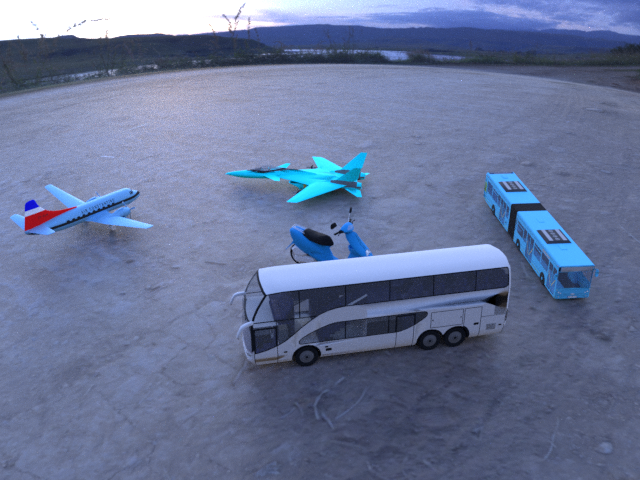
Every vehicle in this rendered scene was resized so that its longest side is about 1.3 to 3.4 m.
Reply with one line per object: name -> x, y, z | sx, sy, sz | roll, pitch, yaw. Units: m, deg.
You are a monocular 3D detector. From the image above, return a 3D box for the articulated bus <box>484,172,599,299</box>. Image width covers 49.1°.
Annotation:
articulated bus -> 3.194, -0.187, 10.589 | 0.605, 0.561, 3.401 | -2, 27, -4

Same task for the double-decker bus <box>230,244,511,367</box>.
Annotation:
double-decker bus -> 0.608, 0.755, 8.205 | 3.251, 1.052, 0.756 | -6, 28, -11

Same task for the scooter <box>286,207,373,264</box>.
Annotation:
scooter -> 0.152, 0.041, 9.750 | 1.399, 0.919, 0.662 | 13, 30, 23

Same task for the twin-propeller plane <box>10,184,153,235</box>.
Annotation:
twin-propeller plane -> -3.699, -0.543, 11.032 | 2.663, 0.792, 2.129 | 19, 33, 33

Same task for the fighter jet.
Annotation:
fighter jet -> -0.468, -1.270, 12.715 | 2.640, 0.557, 2.229 | 5, 27, 10
